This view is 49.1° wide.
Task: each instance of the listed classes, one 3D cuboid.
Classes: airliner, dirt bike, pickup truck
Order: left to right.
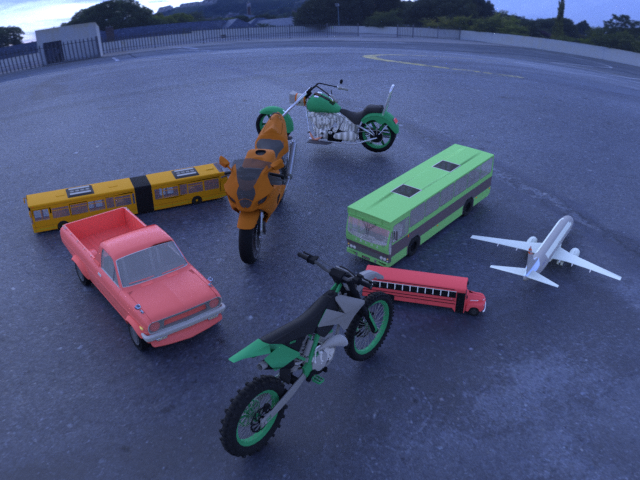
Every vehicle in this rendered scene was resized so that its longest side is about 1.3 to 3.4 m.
[{"bbox_3d":[-2.579,0.342,9.819,1.244,0.993,3.117,-21,36,-32],"label":"pickup truck"},{"bbox_3d":[-0.045,1.125,7.799,1.024,1.666,2.903,23,37,34],"label":"dirt bike"},{"bbox_3d":[3.494,-0.033,10.623,2.257,0.835,2.541,18,35,28],"label":"airliner"}]

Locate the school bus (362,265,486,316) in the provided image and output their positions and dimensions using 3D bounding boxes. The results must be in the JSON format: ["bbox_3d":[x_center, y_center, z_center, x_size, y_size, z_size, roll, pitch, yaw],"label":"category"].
[{"bbox_3d":[1.457,0.693,9.771,1.708,0.434,0.365,7,31,12],"label":"school bus"}]

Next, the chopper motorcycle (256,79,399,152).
[{"bbox_3d":[0.129,-2.586,14.379,3.040,1.480,0.906,8,31,14],"label":"chopper motorcycle"}]

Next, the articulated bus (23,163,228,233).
[{"bbox_3d":[-3.287,-0.760,12.148,3.401,0.561,0.605,-13,32,-21],"label":"articulated bus"}]

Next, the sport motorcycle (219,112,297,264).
[{"bbox_3d":[-0.924,-0.904,11.365,0.983,1.596,2.955,4,30,6],"label":"sport motorcycle"}]

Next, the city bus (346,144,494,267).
[{"bbox_3d":[1.725,-0.616,11.568,0.926,0.894,3.255,22,37,33],"label":"city bus"}]
